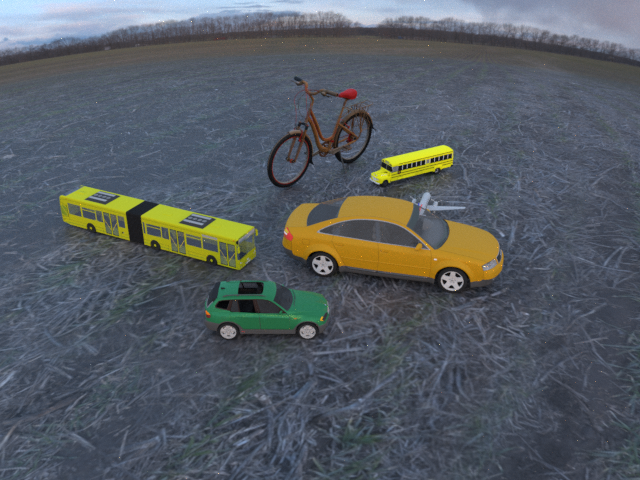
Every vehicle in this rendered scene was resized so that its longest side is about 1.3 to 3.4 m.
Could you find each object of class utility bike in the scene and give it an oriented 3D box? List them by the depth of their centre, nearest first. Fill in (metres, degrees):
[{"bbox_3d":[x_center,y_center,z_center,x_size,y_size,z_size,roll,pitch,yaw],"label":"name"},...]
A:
[{"bbox_3d":[0.163,-2.013,12.647,2.791,1.839,1.039,-25,37,-38],"label":"utility bike"}]

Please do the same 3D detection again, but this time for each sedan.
[{"bbox_3d":[1.025,-0.049,9.959,3.137,0.940,1.235,7,29,12],"label":"sedan"}]

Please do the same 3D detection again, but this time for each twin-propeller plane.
[{"bbox_3d":[1.698,-0.607,11.553,1.370,0.407,1.095,9,30,15],"label":"twin-propeller plane"}]

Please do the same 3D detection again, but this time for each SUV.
[{"bbox_3d":[-0.662,0.830,8.712,1.572,0.580,0.656,0,28,0],"label":"SUV"}]

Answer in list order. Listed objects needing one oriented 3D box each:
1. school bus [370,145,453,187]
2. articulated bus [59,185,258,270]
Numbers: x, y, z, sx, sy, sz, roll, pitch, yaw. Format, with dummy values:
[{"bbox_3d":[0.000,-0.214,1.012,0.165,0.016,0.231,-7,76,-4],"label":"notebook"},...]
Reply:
[{"bbox_3d":[1.696,-1.375,12.945,1.708,0.434,0.365,-16,32,-26],"label":"school bus"},{"bbox_3d":[-2.517,-0.224,10.681,3.401,0.561,0.605,13,31,23],"label":"articulated bus"}]
